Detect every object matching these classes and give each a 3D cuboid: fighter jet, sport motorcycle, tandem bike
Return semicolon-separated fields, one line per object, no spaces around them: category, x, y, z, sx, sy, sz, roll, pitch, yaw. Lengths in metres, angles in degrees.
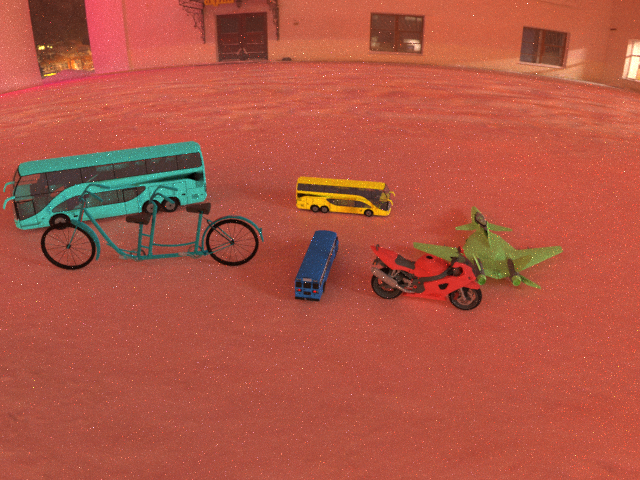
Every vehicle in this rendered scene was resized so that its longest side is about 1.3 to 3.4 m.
fighter jet;2.546;-0.114;10.722;2.229;0.557;2.640;1;28;3
sport motorcycle;1.397;0.492;9.284;1.520;0.821;0.506;8;29;14
tandem bike;-2.412;-0.172;10.005;3.192;1.326;0.550;-1;28;-3

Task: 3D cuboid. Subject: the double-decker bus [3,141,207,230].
double-decker bus;-3.548;-0.914;11.716;3.251;1.052;0.756;-10;29;-19

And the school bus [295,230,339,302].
school bus;-0.018;0.304;10.057;0.365;0.434;1.708;5;28;9

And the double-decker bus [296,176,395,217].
double-decker bus;0.426;-0.740;11.934;1.672;0.541;0.389;5;28;10
